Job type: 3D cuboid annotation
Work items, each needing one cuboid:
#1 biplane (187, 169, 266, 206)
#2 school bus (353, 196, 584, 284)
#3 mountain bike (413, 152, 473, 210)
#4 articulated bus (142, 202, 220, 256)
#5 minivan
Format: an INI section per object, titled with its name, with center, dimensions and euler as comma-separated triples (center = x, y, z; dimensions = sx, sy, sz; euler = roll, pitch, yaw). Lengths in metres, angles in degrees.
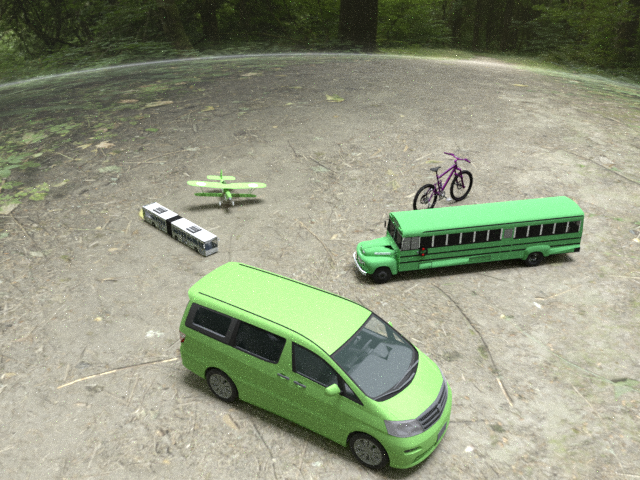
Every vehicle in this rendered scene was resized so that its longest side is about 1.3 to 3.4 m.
[biplane]
center = -1.620, -0.898, 12.114
dimensions = 1.336, 0.504, 1.090
euler = -8, 30, -14
[school bus]
center = 2.141, -0.037, 10.175
dimensions = 3.322, 0.844, 0.709
euler = -6, 29, -11
[mountain bike]
center = 2.104, -0.938, 11.807
dimensions = 1.469, 0.868, 0.573
euler = -21, 35, -34
[articulated bus]
center = -2.222, -0.189, 11.036
dimensions = 0.311, 0.289, 1.749
euler = -25, 37, -38
[minivan]
center = -0.072, 1.239, 7.459
dimensions = 3.011, 1.197, 1.324
euler = 17, 33, 28
